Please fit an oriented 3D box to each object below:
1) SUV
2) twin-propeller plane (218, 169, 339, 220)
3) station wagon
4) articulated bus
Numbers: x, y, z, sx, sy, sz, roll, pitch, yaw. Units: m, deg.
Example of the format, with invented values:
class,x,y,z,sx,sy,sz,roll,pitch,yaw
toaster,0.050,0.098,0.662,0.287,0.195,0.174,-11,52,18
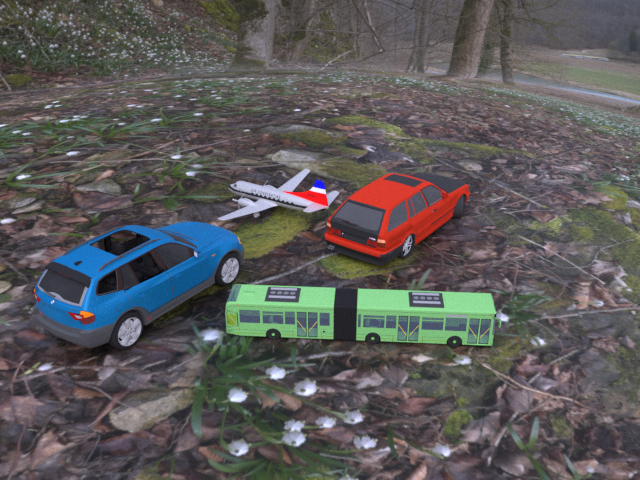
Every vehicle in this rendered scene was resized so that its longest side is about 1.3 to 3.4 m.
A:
class,x,y,z,sx,sy,sz,roll,pitch,yaw
SUV,-2.340,0.366,9.452,1.276,1.128,3.058,17,31,30
twin-propeller plane,-0.763,-0.845,12.224,2.129,0.792,2.663,15,31,28
station wagon,1.389,-0.591,11.579,1.327,0.920,3.105,19,32,32
articulated bus,0.520,0.953,8.918,3.401,0.561,0.605,2,27,4
